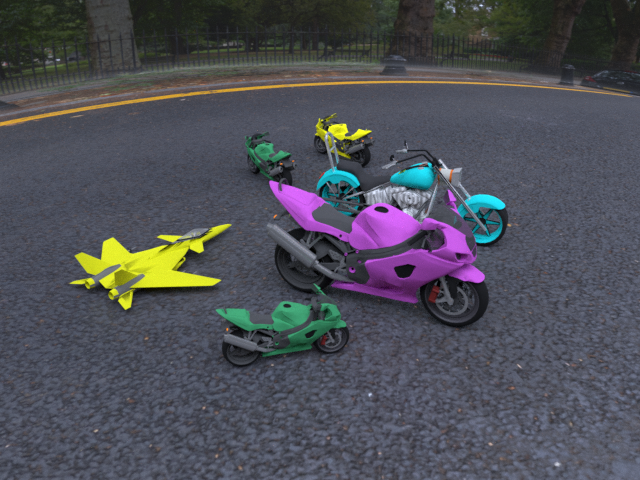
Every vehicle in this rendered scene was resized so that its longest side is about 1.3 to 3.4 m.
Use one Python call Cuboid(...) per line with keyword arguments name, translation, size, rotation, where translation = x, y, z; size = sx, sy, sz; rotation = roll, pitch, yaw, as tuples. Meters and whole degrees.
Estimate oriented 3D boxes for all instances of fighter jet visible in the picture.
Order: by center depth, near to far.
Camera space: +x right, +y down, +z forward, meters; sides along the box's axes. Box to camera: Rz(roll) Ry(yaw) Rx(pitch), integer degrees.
Cuboid(name="fighter jet", translation=(-2.177, 0.088, 10.085), size=(2.229, 0.557, 2.640), rotation=(18, 32, 31))

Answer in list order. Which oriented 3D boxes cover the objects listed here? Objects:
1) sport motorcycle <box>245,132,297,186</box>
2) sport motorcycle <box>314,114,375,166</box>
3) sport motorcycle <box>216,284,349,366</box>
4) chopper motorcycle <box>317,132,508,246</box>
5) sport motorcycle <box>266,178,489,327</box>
Cuboid(name="sport motorcycle", translation=(-0.942, -1.451, 12.832), size=(0.506, 0.821, 1.520), rotation=(-17, 31, -30))
Cuboid(name="sport motorcycle", translation=(0.434, -1.978, 13.873), size=(1.520, 0.821, 0.506), rotation=(24, 35, 39))
Cuboid(name="sport motorcycle", translation=(-0.399, 1.012, 7.969), size=(1.520, 0.821, 0.506), rotation=(-6, 27, -11))
Cuboid(name="chopper motorcycle", translation=(1.388, -0.798, 10.813), size=(3.040, 1.480, 0.906), rotation=(10, 28, 19))
Cuboid(name="sport motorcycle", translation=(0.691, 0.143, 8.827), size=(2.955, 1.596, 0.983), rotation=(12, 29, 22))
